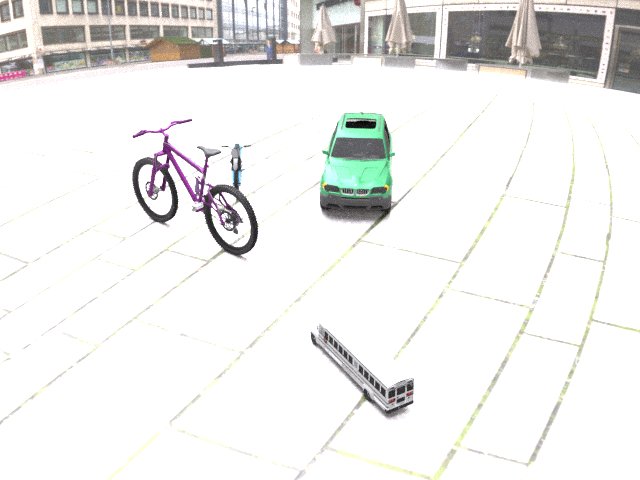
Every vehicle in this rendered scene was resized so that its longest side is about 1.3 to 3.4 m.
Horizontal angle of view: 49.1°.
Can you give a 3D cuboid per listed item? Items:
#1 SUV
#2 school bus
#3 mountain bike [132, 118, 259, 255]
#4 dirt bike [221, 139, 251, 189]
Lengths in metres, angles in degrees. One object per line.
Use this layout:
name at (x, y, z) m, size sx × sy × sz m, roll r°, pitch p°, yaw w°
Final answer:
SUV at (0.704, -1.473, 12.586) m, size 1.276 × 1.128 × 3.058 m, roll 2°, pitch 27°, yaw 5°
school bus at (0.412, 1.295, 7.838) m, size 0.365 × 0.434 × 1.708 m, roll -14°, pitch 30°, yaw -26°
mountain bike at (-1.988, -0.821, 10.660) m, size 2.857 × 1.688 × 1.114 m, roll 21°, pitch 33°, yaw 35°
dirt bike at (-1.491, -1.363, 12.668) m, size 0.527 × 0.857 × 1.493 m, roll -2°, pitch 27°, yaw -3°
